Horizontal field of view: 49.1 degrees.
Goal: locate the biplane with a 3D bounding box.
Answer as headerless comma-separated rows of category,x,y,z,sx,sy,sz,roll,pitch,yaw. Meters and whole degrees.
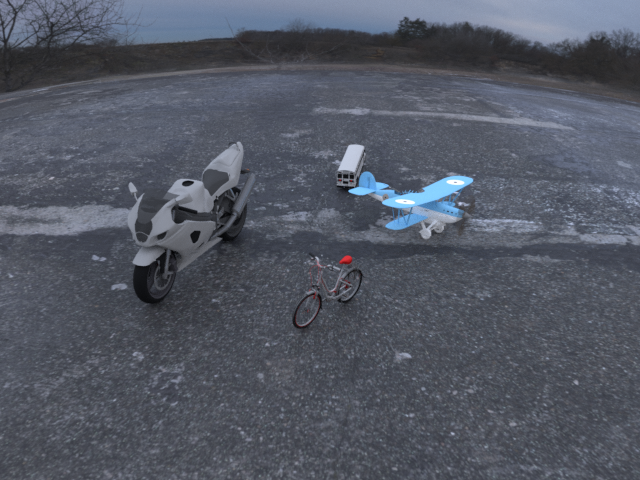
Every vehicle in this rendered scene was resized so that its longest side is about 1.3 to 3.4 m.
biplane,1.545,-0.641,11.631,2.120,0.981,2.598,19,33,32

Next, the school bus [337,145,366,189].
school bus,0.635,-1.484,13.812,0.365,0.434,1.708,5,28,9

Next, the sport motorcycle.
sport motorcycle,-1.868,-0.321,10.366,0.983,1.596,2.955,11,30,20

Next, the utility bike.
utility bike,0.176,0.604,9.311,0.535,0.946,1.435,23,36,37
